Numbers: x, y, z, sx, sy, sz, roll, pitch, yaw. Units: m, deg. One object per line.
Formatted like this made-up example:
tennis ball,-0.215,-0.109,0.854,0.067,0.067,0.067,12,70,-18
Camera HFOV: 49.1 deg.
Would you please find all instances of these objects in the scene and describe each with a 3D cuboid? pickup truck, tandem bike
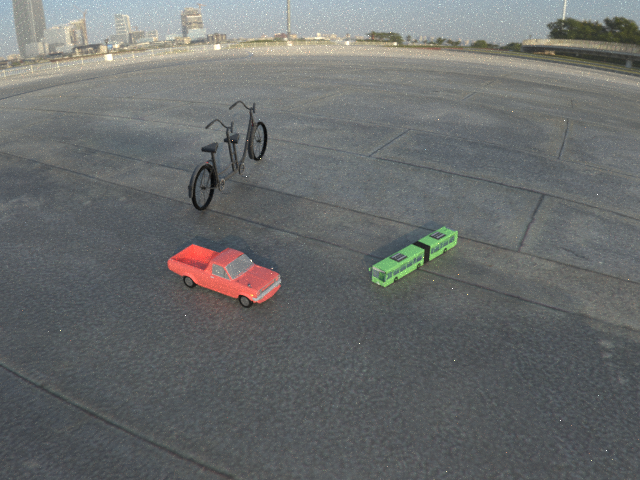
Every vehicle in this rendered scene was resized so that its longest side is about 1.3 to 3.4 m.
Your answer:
pickup truck,-1.328,0.414,9.631,1.603,0.511,0.640,16,32,27
tandem bike,-1.596,-1.626,12.567,0.550,1.326,3.192,9,30,17

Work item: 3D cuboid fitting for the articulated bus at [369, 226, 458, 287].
articulated bus,1.402,0.221,10.224,0.311,0.289,1.749,25,37,38
